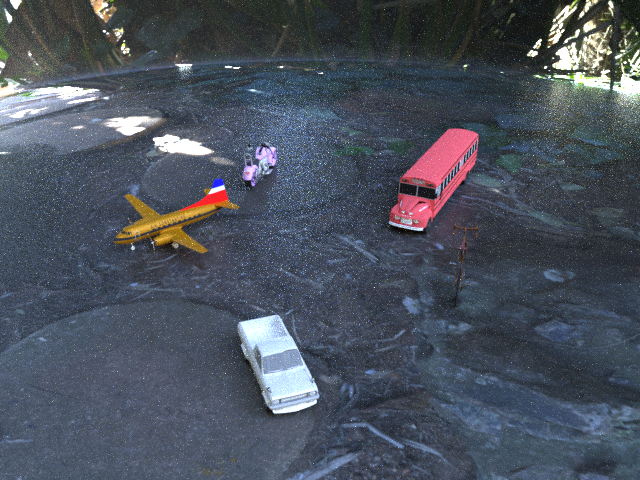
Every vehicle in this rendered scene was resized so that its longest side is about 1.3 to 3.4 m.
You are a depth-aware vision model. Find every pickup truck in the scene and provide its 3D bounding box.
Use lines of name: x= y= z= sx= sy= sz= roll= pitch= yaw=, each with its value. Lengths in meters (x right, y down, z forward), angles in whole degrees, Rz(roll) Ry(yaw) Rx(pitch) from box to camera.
pickup truck: x=-0.536 y=1.413 z=8.412 sx=0.640 sy=0.511 sz=1.603 roll=-10 pitch=30 yaw=-17

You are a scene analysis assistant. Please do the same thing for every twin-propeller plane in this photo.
twin-propeller plane: x=-2.418 y=-0.414 z=11.510 sx=2.129 sy=0.792 sz=2.663 roll=-21 pitch=35 yaw=-34

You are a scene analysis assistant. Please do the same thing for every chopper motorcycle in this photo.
chopper motorcycle: x=-1.157 y=-1.583 z=13.712 sx=0.466 sy=0.761 sz=1.563 roll=8 pitch=29 yaw=14

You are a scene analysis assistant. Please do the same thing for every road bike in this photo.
road bike: x=2.046 y=0.300 z=10.119 sx=0.358 sy=0.852 sz=1.545 roll=7 pitch=29 yaw=13

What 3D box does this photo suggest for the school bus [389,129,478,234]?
school bus: x=2.128 y=-1.136 z=12.796 sx=0.709 sy=0.844 sz=3.322 roll=13 pitch=31 yaw=23
